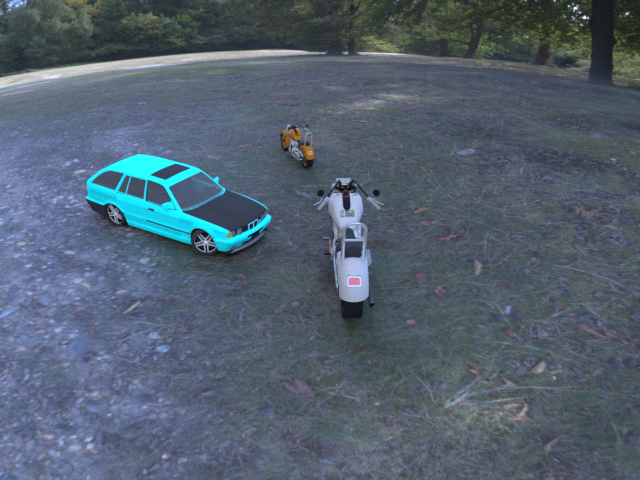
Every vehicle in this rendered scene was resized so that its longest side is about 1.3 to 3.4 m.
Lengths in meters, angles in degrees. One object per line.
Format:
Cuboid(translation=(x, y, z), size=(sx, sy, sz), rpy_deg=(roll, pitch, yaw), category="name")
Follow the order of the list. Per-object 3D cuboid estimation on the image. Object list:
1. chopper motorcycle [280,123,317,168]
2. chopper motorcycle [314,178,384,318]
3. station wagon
Cuboid(translation=(-0.460, -1.939, 13.658), size=(0.466, 0.761, 1.563), rpy_deg=(-11, 29, -20), category="chopper motorcycle")
Cuboid(translation=(0.362, -0.175, 9.476), size=(0.906, 1.480, 3.040), rpy_deg=(-1, 27, -2), category="chopper motorcycle")
Cuboid(translation=(-2.252, -0.648, 10.996), size=(3.105, 0.920, 1.327), rpy_deg=(16, 32, 28), category="station wagon")
